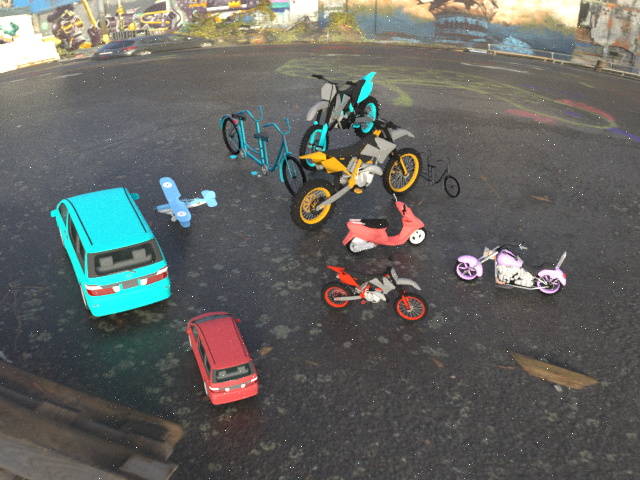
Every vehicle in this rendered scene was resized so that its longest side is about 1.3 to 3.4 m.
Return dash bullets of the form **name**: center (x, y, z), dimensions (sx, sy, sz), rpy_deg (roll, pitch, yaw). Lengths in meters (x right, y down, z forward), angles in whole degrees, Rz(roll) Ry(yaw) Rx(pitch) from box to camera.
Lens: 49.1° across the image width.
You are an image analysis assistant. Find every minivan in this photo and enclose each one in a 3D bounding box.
- **minivan**: center (-1.229, 1.320, 8.591), dimensions (0.681, 0.616, 1.548), rpy_deg (-11, 32, -17)
- **minivan**: center (-3.167, -0.077, 10.376), dimensions (1.324, 1.197, 3.011), rpy_deg (-14, 34, -23)

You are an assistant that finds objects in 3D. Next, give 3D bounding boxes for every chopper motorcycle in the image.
- **chopper motorcycle**: center (2.730, 0.371, 10.047), dimensions (1.563, 0.761, 0.466), rpy_deg (11, 32, 18)

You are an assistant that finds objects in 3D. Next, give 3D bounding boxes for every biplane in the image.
- **biplane**: center (-2.303, -0.607, 11.947), dimensions (1.090, 0.504, 1.336), rpy_deg (-13, 33, -21)

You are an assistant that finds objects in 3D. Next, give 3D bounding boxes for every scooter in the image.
- **scooter**: center (1.036, -0.246, 10.933), dimensions (1.399, 0.919, 0.662), rpy_deg (-8, 32, -13)

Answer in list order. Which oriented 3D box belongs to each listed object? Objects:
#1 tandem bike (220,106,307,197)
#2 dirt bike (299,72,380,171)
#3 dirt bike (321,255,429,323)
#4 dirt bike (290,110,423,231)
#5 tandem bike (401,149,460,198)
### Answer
- **tandem bike**: center (-1.140, -1.864, 13.260), dimensions (0.550, 1.326, 3.192), rpy_deg (-19, 36, -29)
- **dirt bike**: center (0.455, -2.513, 14.022), dimensions (1.024, 1.666, 2.903), rpy_deg (19, 35, 28)
- **dirt bike**: center (0.732, 0.674, 9.442), dimensions (1.493, 0.857, 0.527), rpy_deg (8, 32, 13)
- **dirt bike**: center (0.684, -1.222, 11.846), dimensions (2.903, 1.666, 1.024), rpy_deg (-21, 37, -32)
- **tandem bike**: center (2.029, -1.339, 13.007), dimensions (0.283, 0.682, 1.642), rpy_deg (-20, 36, -29)
